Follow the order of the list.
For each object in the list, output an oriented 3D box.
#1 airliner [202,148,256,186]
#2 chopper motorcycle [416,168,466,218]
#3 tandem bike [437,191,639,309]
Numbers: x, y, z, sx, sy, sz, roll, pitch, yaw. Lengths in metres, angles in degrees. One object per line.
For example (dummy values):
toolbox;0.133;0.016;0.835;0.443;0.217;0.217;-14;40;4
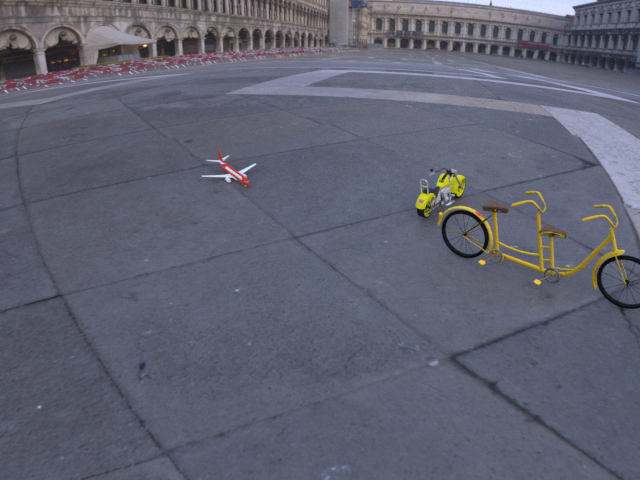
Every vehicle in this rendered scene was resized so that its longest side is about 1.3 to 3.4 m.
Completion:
airliner;-1.666;-1.380;13.339;1.161;0.429;1.307;-17;32;-29
chopper motorcycle;2.120;-0.907;12.073;0.466;0.761;1.563;19;33;33
tandem bike;3.079;-0.017;9.752;3.192;1.326;0.550;19;33;32
